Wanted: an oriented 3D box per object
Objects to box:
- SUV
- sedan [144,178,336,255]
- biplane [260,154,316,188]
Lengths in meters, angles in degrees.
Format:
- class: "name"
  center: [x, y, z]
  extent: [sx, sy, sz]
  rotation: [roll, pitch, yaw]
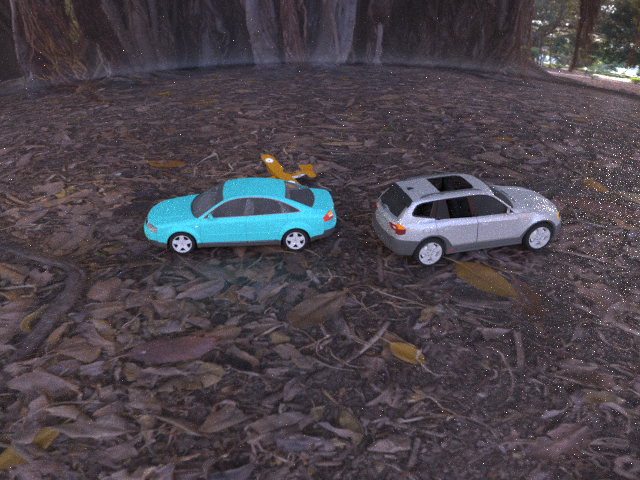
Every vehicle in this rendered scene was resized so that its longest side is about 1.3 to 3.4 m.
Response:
- class: "SUV"
  center: [2.373, -0.459, 11.246]
  extent: [3.058, 1.128, 1.276]
  rotation: [-8, 29, -14]
- class: "sedan"
  center: [-1.301, -0.467, 11.461]
  extent: [3.137, 0.940, 1.235]
  rotation: [-2, 28, -4]
- class: "biplane"
  center: [-0.607, -1.211, 13.320]
  extent: [1.090, 0.504, 1.336]
  rotation: [-15, 32, -26]
